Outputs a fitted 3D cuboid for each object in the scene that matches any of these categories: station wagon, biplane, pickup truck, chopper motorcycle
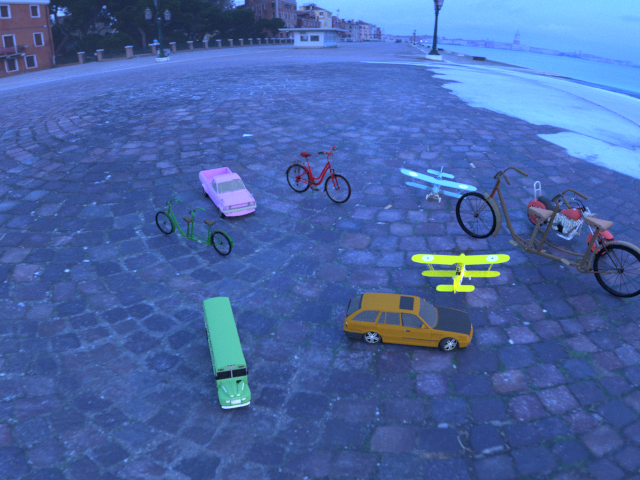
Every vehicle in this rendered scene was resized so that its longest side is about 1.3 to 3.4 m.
[{"bbox_3d":[1.107,0.984,8.752,1.597,0.473,0.682,4,28,8],"label":"station wagon"},{"bbox_3d":[1.905,0.454,9.711,1.336,0.504,1.090,8,29,14],"label":"biplane"},{"bbox_3d":[-1.639,-0.901,12.241,0.640,0.511,1.603,-12,30,-21],"label":"pickup truck"},{"bbox_3d":[2.108,-0.996,12.425,1.336,0.504,1.090,7,29,14],"label":"biplane"},{"bbox_3d":[3.900,-0.343,10.930,0.466,0.761,1.563,-19,34,-32],"label":"chopper motorcycle"}]

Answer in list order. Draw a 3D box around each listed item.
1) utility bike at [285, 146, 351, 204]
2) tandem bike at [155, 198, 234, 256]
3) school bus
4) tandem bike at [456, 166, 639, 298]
[{"bbox_3d":[-0.028,-1.211,12.359,1.435,0.946,0.535,18,33,30],"label":"utility bike"},{"bbox_3d":[-1.972,-0.226,10.795,1.642,0.682,0.283,18,33,30],"label":"tandem bike"},{"bbox_3d":[-1.109,1.293,8.215,0.365,0.434,1.708,-7,29,-13],"label":"school bus"},{"bbox_3d":[3.281,-0.206,10.074,0.550,1.326,3.192,-24,36,-38],"label":"tandem bike"}]
